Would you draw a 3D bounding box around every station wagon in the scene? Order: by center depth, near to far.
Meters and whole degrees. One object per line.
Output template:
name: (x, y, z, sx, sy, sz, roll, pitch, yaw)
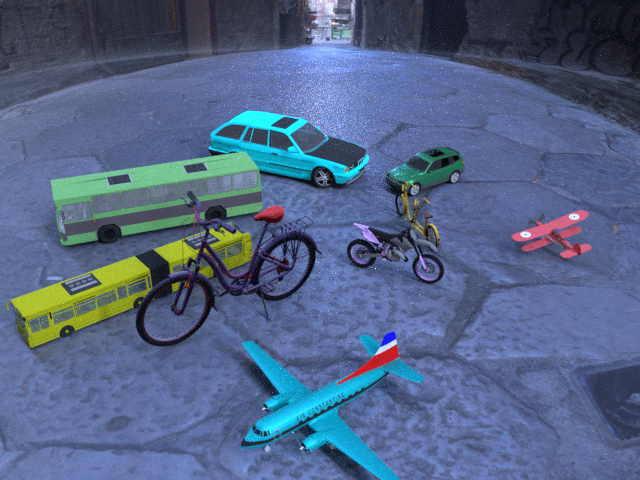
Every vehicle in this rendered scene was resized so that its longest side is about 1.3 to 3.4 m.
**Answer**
station wagon: (-0.598, -1.819, 13.444, 3.105, 0.920, 1.327, 14, 32, 22)

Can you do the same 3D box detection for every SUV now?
SUV: (1.950, -1.302, 12.882, 1.572, 0.580, 0.656, -18, 34, -29)

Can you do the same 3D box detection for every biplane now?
biplane: (3.607, -0.023, 10.712, 1.336, 0.504, 1.090, -11, 32, -19)

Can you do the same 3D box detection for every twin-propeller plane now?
twin-propeller plane: (0.060, 1.636, 7.510, 2.129, 0.792, 2.663, -20, 35, -31)

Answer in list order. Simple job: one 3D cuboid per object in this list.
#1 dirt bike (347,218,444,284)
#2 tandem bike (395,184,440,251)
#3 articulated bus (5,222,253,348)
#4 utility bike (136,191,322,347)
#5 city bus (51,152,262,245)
dirt bike: (1.082, 0.134, 10.080, 1.493, 0.857, 0.527, 13, 32, 22)
tandem bike: (1.549, -0.428, 11.244, 0.283, 0.682, 1.642, -9, 31, -15)
articulated bus: (-2.475, 0.540, 9.666, 3.401, 0.561, 0.605, -22, 36, -33)
utility bike: (-1.018, 0.300, 8.797, 2.791, 1.839, 1.039, -21, 36, -32)
city bus: (-2.621, -0.677, 11.467, 3.255, 0.894, 0.926, -11, 32, -19)
